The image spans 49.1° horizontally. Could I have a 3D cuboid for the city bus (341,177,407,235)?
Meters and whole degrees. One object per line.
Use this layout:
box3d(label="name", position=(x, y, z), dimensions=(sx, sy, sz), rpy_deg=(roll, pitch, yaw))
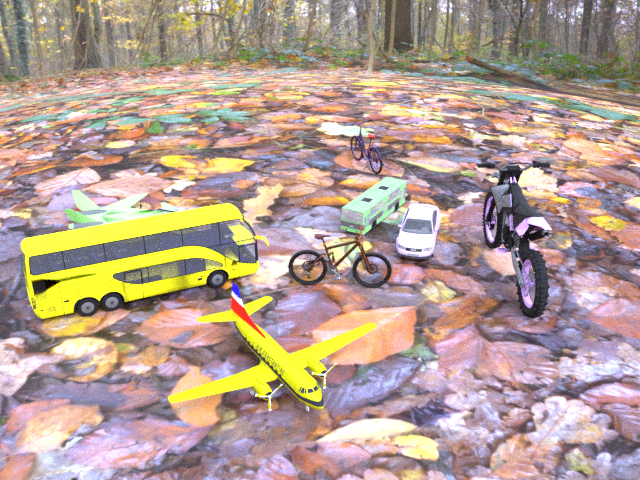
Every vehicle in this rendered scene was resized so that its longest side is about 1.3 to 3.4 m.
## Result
box3d(label="city bus", position=(0.952, -0.587, 12.076), dimensions=(0.476, 0.460, 1.674), rpy_deg=(15, 30, 28))

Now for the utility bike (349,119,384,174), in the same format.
box3d(label="utility bike", position=(0.901, -1.922, 14.246), dimensions=(0.535, 0.946, 1.435), rpy_deg=(-11, 28, -21))

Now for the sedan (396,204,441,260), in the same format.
box3d(label="sedan", position=(1.595, -0.202, 11.265), dimensions=(0.635, 0.483, 1.613), rpy_deg=(6, 27, 12))

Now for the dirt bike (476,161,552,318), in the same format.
box3d(label="dirt bike", position=(2.741, -0.208, 9.934), dimensions=(1.024, 1.666, 2.903), rpy_deg=(-1, 26, -2))

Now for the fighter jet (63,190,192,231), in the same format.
box3d(label="fighter jet", position=(-2.881, -0.491, 11.770), dimensions=(2.640, 0.557, 2.229), rpy_deg=(-4, 26, -7))

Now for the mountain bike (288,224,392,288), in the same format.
box3d(label="mountain bike", position=(0.281, 0.271, 9.863), dimensions=(1.469, 0.868, 0.573), rpy_deg=(2, 26, 5))

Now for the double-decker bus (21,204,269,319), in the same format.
box3d(label="double-decker bus", position=(-2.355, 0.242, 9.714), dimensions=(3.251, 1.052, 0.756), rpy_deg=(-12, 28, -22))

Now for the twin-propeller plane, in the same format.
box3d(label="twin-propeller plane", position=(-0.550, 1.223, 8.010), dimensions=(2.663, 0.792, 2.129), rpy_deg=(-16, 30, -29))
